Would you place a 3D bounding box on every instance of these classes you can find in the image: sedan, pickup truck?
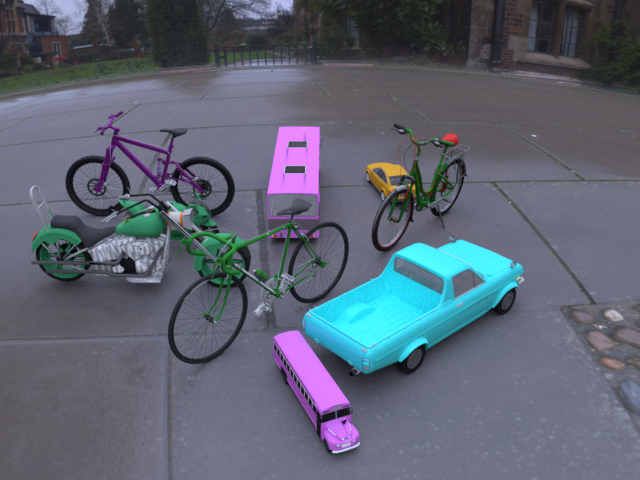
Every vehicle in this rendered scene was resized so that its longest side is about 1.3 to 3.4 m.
[{"bbox_3d":[1.303,-1.142,12.909,0.635,0.483,1.613,-7,28,-13],"label":"sedan"},{"bbox_3d":[1.274,0.689,8.835,3.117,0.993,1.244,-23,35,-36],"label":"pickup truck"}]

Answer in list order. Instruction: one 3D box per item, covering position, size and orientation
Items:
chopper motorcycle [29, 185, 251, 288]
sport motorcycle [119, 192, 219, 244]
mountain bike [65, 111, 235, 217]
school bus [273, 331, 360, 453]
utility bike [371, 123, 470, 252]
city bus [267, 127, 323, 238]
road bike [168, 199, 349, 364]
[{"bbox_3d":[-2.502,-0.038,9.706,3.040,1.480,0.906,1,27,1],"label":"chopper motorcycle"},{"bbox_3d":[-2.335,-0.284,10.893,1.520,0.821,0.506,1,27,2],"label":"sport motorcycle"},{"bbox_3d":[-2.855,-1.162,11.641,2.857,1.688,1.114,1,27,1],"label":"mountain bike"},{"bbox_3d":[-0.064,1.624,7.643,0.365,0.434,1.708,-11,30,-21],"label":"school bus"},{"bbox_3d":[1.750,-0.937,11.046,1.039,1.839,2.791,21,34,34],"label":"utility bike"},{"bbox_3d":[-0.404,-1.053,12.291,0.926,0.894,3.255,0,27,0],"label":"city bus"},{"bbox_3d":[-0.651,0.395,8.682,0.697,1.656,3.004,24,36,38],"label":"road bike"}]
